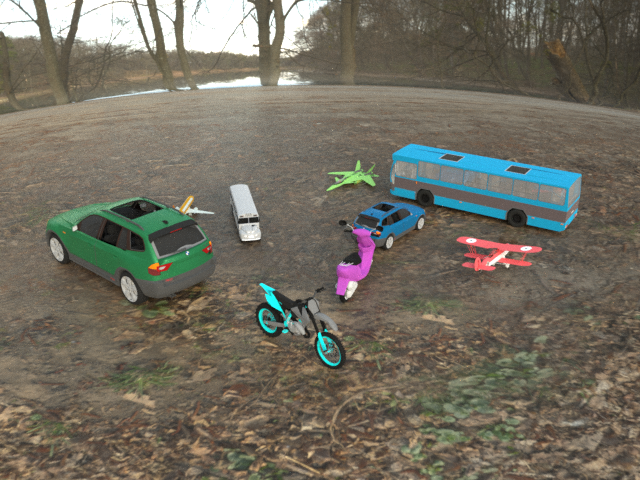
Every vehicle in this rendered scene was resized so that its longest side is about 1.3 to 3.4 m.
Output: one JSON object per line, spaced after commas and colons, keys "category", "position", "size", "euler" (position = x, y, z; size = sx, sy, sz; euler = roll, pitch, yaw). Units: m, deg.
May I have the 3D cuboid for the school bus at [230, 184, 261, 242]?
{"category": "school bus", "position": [-1.292, -0.469, 12.027], "size": [0.365, 0.434, 1.708], "euler": [-5, 25, -11]}

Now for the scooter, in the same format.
{"category": "scooter", "position": [0.521, 0.243, 9.913], "size": [0.662, 0.919, 1.399], "euler": [9, 26, 19]}

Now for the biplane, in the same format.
{"category": "biplane", "position": [2.548, 0.247, 10.397], "size": [1.336, 0.504, 1.090], "euler": [20, 31, 36]}

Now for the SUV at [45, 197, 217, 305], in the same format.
{"category": "SUV", "position": [-2.859, -0.057, 10.310], "size": [3.058, 1.128, 1.276], "euler": [20, 32, 37]}

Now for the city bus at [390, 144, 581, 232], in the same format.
{"category": "city bus", "position": [2.876, -0.944, 12.506], "size": [3.255, 0.894, 0.926], "euler": [15, 29, 30]}

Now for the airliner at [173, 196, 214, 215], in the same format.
{"category": "airliner", "position": [-2.420, -0.635, 12.391], "size": [1.161, 0.429, 1.307], "euler": [2, 25, 4]}

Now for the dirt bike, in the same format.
{"category": "dirt bike", "position": [-0.256, 0.972, 8.411], "size": [1.493, 0.857, 0.527], "euler": [21, 32, 38]}

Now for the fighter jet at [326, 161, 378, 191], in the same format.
{"category": "fighter jet", "position": [0.552, -1.244, 13.878], "size": [1.147, 0.286, 1.358], "euler": [19, 31, 35]}

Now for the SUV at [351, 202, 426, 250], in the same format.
{"category": "SUV", "position": [1.150, -0.340, 11.575], "size": [0.656, 0.580, 1.572], "euler": [18, 30, 34]}
